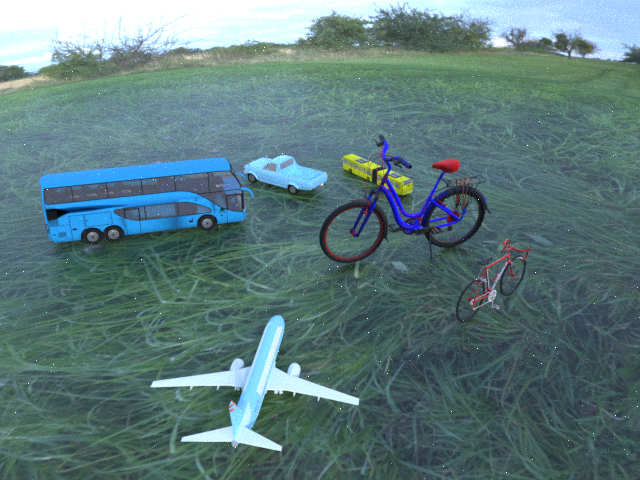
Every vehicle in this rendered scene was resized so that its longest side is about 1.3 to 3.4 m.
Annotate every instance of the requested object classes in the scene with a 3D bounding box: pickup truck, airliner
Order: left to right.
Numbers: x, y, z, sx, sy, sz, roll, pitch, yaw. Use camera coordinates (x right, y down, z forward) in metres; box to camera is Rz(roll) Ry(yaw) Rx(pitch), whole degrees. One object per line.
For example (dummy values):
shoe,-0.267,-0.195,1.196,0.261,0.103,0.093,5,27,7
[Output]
airliner,-0.674,1.341,7.666,2.257,0.835,2.541,3,28,7
pickup truck,-0.655,-1.266,13.037,1.603,0.511,0.640,17,32,30

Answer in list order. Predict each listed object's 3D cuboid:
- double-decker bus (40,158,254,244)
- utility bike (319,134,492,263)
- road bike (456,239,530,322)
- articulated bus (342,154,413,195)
double-decker bus,-2.734,-0.656,11.276,3.251,1.052,0.756,-7,28,-14
utility bike,1.351,-0.531,10.181,2.791,1.839,1.039,-9,29,-16
road bike,2.288,0.524,9.222,1.545,0.852,0.358,-23,35,-37
articulated bus,1.061,-1.252,13.253,0.311,0.289,1.749,-19,33,-33
